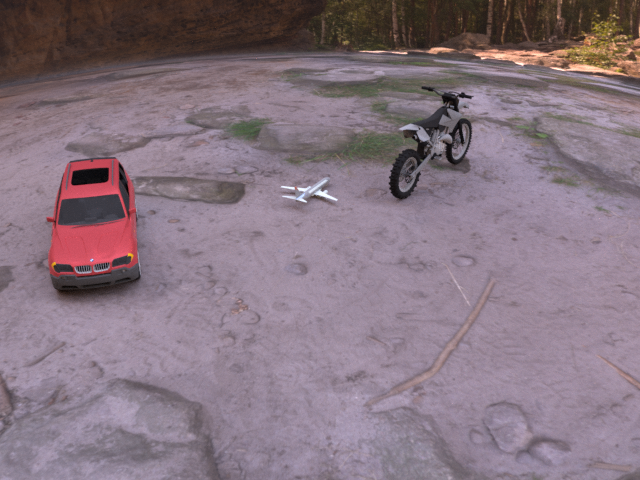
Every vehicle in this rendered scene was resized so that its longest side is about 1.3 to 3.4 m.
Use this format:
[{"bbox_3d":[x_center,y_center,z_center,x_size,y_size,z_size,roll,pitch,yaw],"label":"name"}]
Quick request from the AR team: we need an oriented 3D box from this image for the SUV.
[{"bbox_3d":[-3.456,-0.347,10.747,1.276,1.128,3.058,-7,30,-12],"label":"SUV"}]

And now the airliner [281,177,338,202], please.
[{"bbox_3d":[-0.131,-0.984,12.619,1.161,0.429,1.307,15,32,25],"label":"airliner"}]

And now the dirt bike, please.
[{"bbox_3d":[2.127,-1.893,12.985,1.024,1.666,2.903,21,35,32],"label":"dirt bike"}]
